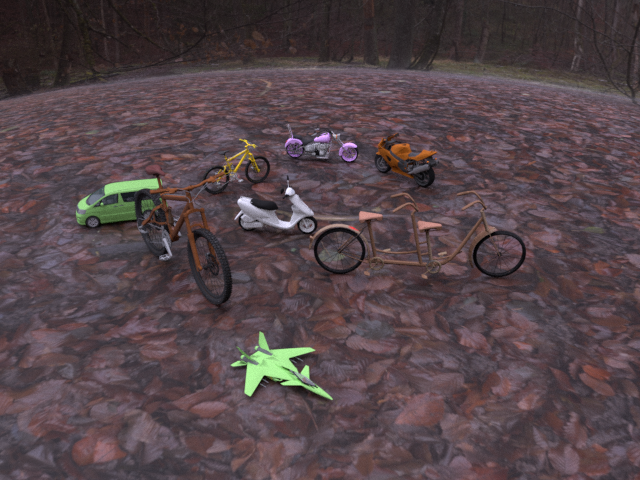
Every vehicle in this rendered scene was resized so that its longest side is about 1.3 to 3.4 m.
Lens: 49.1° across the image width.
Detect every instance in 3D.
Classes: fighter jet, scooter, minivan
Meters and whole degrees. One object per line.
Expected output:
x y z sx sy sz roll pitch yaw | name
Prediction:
-0.378 1.527 8.255 1.358 0.286 1.147 21 34 35 | fighter jet
-0.735 -0.542 11.617 1.399 0.919 0.662 3 27 6 | scooter
-3.459 -0.664 12.190 1.548 0.616 0.681 -7 28 -14 | minivan

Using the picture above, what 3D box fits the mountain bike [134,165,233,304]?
-2.073 -0.220 10.139 1.114 1.688 2.857 -19 33 -33 | mountain bike

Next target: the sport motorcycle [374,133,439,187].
1.662 -1.571 13.743 0.506 0.821 1.520 -24 36 -39 | sport motorcycle

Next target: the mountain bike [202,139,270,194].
-1.584 -1.389 13.333 1.469 0.868 0.573 -18 32 -31 | mountain bike

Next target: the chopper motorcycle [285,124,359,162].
0.033 -2.036 14.721 1.563 0.761 0.466 4 27 7 | chopper motorcycle

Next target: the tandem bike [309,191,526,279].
1.427 -0.058 10.220 3.192 1.326 0.550 1 27 3 | tandem bike
